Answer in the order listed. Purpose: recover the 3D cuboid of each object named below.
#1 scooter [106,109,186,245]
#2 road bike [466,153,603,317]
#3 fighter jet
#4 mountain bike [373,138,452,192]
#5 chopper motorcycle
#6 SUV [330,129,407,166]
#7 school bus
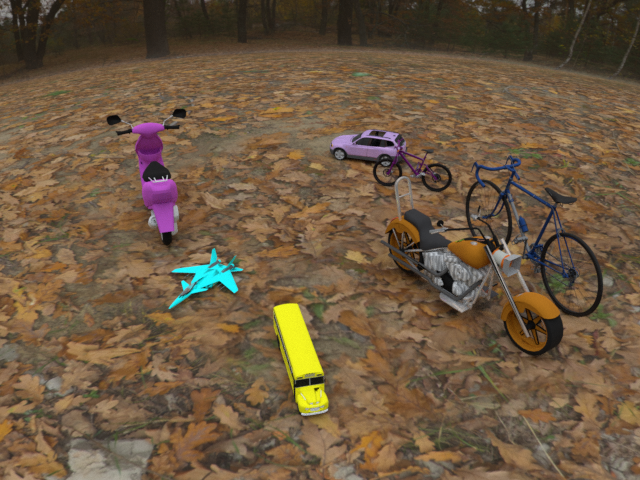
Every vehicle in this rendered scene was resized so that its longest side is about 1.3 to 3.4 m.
[{"bbox_3d":[-2.746,-1.169,11.633,1.288,1.786,2.721,-9,31,-15],"label":"scooter"},{"bbox_3d":[2.974,-0.165,9.986,0.697,1.656,3.004,-12,32,-21],"label":"road bike"},{"bbox_3d":[-1.736,0.576,10.065,1.147,0.286,1.358,15,33,25],"label":"fighter jet"},{"bbox_3d":[1.700,-1.340,12.870,1.469,0.868,0.573,8,30,13],"label":"mountain bike"},{"bbox_3d":[1.970,0.283,9.370,0.906,1.480,3.040,-20,35,-31],"label":"chopper motorcycle"},{"bbox_3d":[0.981,-1.927,14.203,1.572,0.580,0.656,10,31,18],"label":"SUV"},{"bbox_3d":[-0.248,1.411,8.435,0.365,0.434,1.708,-7,30,-12],"label":"school bus"}]
